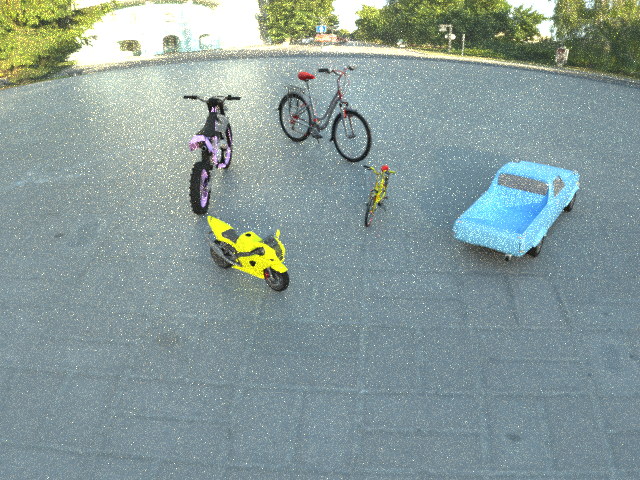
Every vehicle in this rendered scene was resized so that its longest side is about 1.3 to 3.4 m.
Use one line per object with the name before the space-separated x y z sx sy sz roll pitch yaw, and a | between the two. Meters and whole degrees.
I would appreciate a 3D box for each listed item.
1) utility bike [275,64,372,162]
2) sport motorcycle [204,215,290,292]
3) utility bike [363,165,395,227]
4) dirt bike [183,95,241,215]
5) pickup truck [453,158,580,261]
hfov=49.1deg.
utility bike | 0.096 -2.729 14.281 1.039 1.839 2.791 -25 37 -38
sport motorcycle | -1.033 0.187 9.976 1.520 0.821 0.506 21 35 33
utility bike | 1.019 -0.847 11.751 0.535 0.946 1.435 9 30 16
dirt bike | -1.946 -1.685 12.539 1.024 1.666 2.903 2 29 4
pickup truck | 3.257 -0.638 11.315 1.244 0.993 3.117 17 33 28
